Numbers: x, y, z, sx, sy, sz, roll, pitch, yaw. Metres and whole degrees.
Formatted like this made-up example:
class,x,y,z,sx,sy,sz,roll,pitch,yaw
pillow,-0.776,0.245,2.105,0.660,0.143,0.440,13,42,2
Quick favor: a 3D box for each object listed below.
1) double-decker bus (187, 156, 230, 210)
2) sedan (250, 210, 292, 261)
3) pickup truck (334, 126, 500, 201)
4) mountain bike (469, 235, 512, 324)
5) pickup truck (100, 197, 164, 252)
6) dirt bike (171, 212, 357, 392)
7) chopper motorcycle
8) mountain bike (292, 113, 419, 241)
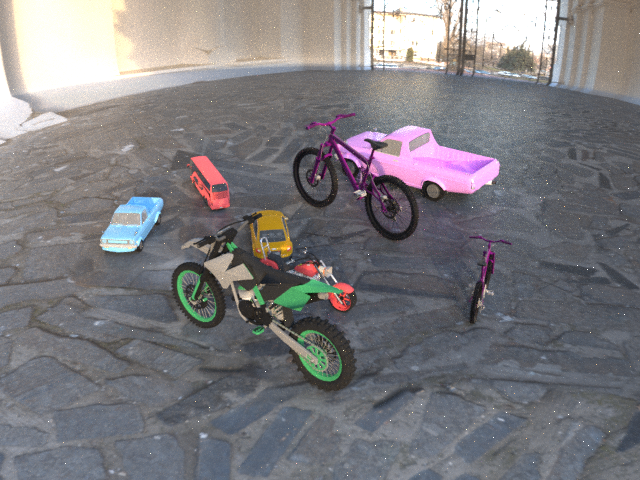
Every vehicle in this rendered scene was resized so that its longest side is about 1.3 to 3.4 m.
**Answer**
class,x,y,z,sx,sy,sz,roll,pitch,yaw
double-decker bus,-2.058,-1.083,12.875,0.389,0.541,1.672,-11,29,-20
sedan,-0.797,-0.147,11.116,0.635,0.483,1.613,-4,27,-7
pickup truck,1.791,-1.572,13.331,3.117,0.993,1.244,20,33,33
mountain bike,2.212,0.488,9.460,0.573,0.868,1.469,10,29,19
pickup truck,-3.049,-0.322,11.428,0.640,0.511,1.603,2,27,4
dirt bike,-0.782,0.669,8.234,2.903,1.666,1.024,20,33,33
chopper motorcycle,-0.202,0.470,9.611,1.563,0.761,0.466,16,31,28
mountain bike,0.525,-1.071,11.596,1.114,1.688,2.857,-24,35,-38
